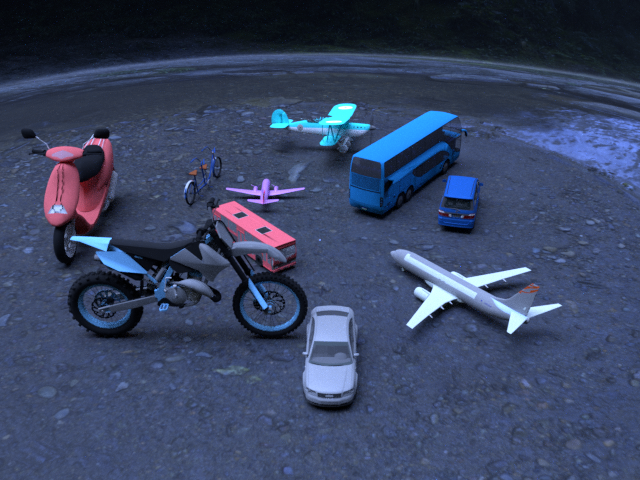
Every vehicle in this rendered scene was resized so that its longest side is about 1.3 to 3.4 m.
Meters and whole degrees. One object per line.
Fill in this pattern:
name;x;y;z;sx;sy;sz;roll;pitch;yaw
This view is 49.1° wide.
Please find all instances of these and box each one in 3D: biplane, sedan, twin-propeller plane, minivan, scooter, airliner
biplane;0.070;-2.288;14.093;2.120;0.981;2.598;4;29;8
sedan;0.129;1.254;8.040;0.635;0.483;1.613;1;28;2
twin-propeller plane;-0.949;-0.877;12.078;1.370;0.407;1.095;0;28;0
minivan;2.324;-0.723;11.572;0.681;0.616;1.548;7;29;13
scooter;-3.686;-0.970;10.797;1.288;1.786;2.721;0;28;0
airliner;1.799;0.451;9.160;2.257;0.835;2.541;-20;34;-32

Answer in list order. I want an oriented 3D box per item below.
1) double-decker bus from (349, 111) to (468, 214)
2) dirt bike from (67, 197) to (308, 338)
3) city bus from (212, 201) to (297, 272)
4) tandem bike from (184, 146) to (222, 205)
double-decker bus;1.623;-1.465;12.490;0.756;1.052;3.251;18;33;30
dirt bike;-1.595;0.447;8.290;2.903;1.666;1.024;1;28;1
city bus;-1.008;-0.054;10.493;0.476;0.460;1.674;-20;34;-33
tandem bike;-2.061;-1.187;12.364;0.283;0.682;1.642;7;29;13
